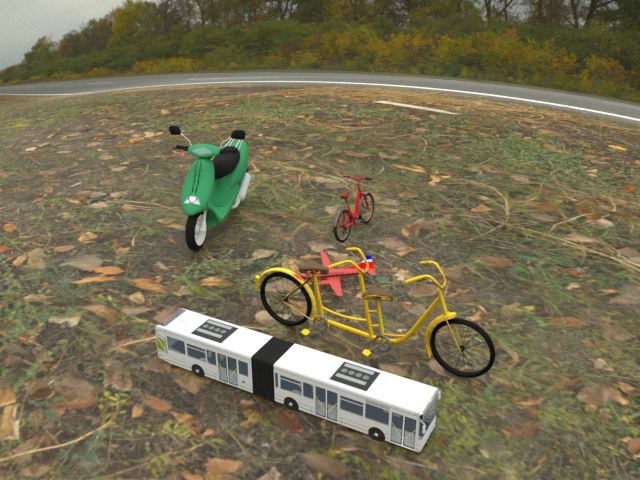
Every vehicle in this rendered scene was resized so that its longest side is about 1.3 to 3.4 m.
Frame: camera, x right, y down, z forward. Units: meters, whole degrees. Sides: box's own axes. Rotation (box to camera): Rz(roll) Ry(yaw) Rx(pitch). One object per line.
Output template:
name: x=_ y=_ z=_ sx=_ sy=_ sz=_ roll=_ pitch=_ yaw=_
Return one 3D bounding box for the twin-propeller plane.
twin-propeller plane: x=0.249 y=0.434 z=10.121 sx=1.095 sy=0.407 sz=1.370 roll=-4 pitch=26 yaw=-9

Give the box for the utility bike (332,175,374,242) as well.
utility bike: x=0.523 y=-0.572 z=11.580 sx=0.535 sy=0.946 sz=1.435 roll=14 pitch=29 yaw=27

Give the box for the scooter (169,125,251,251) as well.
scooter: x=-1.728 y=-1.102 z=11.711 sx=1.288 sy=1.786 sz=2.721 roll=6 pitch=26 yaw=11

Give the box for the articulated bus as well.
articulated bus: x=-0.347 y=1.485 z=7.774 sx=3.401 sy=0.561 sz=0.605 roll=13 pitch=29 yaw=25

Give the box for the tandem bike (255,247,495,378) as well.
tandem bike: x=0.561 y=0.749 z=8.417 sx=3.192 sy=1.326 sz=0.550 roll=13 pitch=29 yaw=25
